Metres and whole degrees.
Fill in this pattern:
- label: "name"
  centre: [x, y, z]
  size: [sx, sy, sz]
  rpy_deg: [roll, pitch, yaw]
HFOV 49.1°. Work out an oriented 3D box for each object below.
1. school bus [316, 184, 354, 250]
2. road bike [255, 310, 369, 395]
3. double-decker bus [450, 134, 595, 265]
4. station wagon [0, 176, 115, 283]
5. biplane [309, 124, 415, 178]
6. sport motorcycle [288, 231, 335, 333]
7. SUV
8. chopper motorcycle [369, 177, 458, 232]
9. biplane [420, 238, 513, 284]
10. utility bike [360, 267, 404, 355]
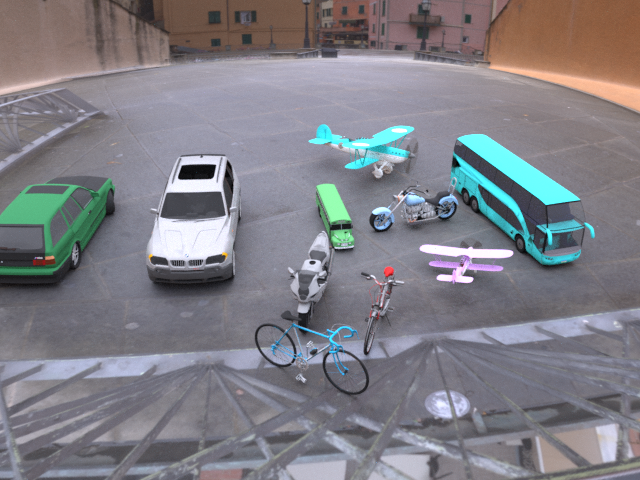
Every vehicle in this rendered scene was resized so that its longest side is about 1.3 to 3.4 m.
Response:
- label: "school bus"
  centre: [0.236, -0.390, 11.470]
  size: [0.365, 0.434, 1.708]
  rpy_deg: [-5, 29, -9]
- label: "road bike"
  centre: [-0.121, 1.251, 7.996]
  size: [1.545, 0.852, 0.358]
  rpy_deg: [16, 32, 27]
- label: "double-decker bus"
  centre: [3.145, -0.712, 11.416]
  size: [0.756, 1.052, 3.251]
  rpy_deg: [-8, 29, -15]
- label: "station wagon"
  centre: [-4.170, -0.410, 10.996]
  size: [1.327, 0.920, 3.105]
  rpy_deg: [1, 28, 1]
- label: "biplane"
  centre: [0.866, -1.780, 13.467]
  size: [2.120, 0.981, 2.598]
  rpy_deg: [15, 32, 26]
- label: "sport motorcycle"
  centre: [-0.092, 0.546, 9.333]
  size: [0.506, 0.821, 1.520]
  rpy_deg: [5, 29, 9]
- label: "SUV"
  centre: [-1.888, -0.417, 10.791]
  size: [1.276, 1.128, 3.058]
  rpy_deg: [-1, 28, -3]
- label: "chopper motorcycle"
  centre: [1.558, -0.583, 11.484]
  size: [1.563, 0.761, 0.466]
  rpy_deg: [-9, 30, -17]
- label: "biplane"
  centre: [2.024, 0.353, 10.023]
  size: [1.336, 0.504, 1.090]
  rpy_deg: [12, 31, 22]
- label: "utility bike"
  centre: [0.805, 0.765, 8.796]
  size: [0.535, 0.946, 1.435]
  rpy_deg: [8, 30, 15]
